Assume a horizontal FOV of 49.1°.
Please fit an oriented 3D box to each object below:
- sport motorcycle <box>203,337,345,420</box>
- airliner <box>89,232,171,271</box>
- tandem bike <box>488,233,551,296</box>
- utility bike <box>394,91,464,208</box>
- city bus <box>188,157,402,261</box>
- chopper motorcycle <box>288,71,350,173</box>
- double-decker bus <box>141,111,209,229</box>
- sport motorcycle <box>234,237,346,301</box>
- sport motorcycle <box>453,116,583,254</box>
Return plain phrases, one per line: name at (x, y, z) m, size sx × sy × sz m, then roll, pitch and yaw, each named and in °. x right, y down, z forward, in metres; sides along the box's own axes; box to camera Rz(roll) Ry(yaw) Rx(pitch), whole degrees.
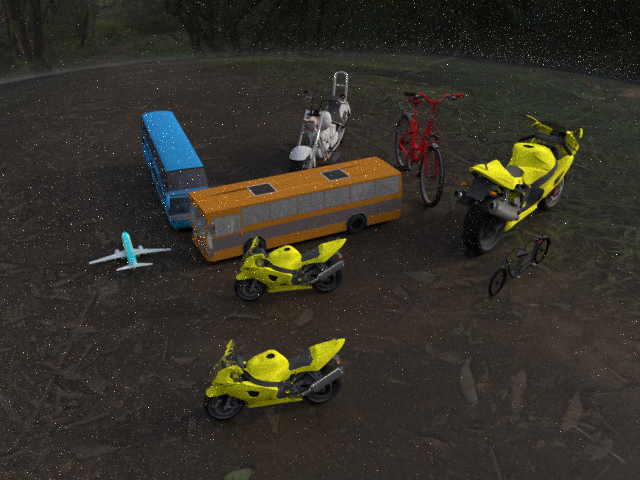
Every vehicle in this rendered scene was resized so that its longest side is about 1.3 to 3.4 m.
sport motorcycle at (-0.473, 1.451, 7.318) m, size 1.520 × 0.821 × 0.506 m, roll -8°, pitch 29°, yaw -14°
airliner at (-2.800, 0.084, 10.243) m, size 1.161 × 0.429 × 1.307 m, roll -10°, pitch 30°, yaw -18°
tandem bike at (2.806, 0.234, 9.702) m, size 0.283 × 0.682 × 1.642 m, roll 25°, pitch 37°, yaw 37°
utility bike at (1.822, -1.823, 12.275) m, size 1.039 × 1.839 × 2.791 m, roll -5°, pitch 29°, yaw -8°
city bus at (-0.328, -0.487, 10.806) m, size 3.255 × 0.894 × 0.926 m, roll -13°, pitch 31°, yaw -23°
chopper motorcycle at (0.015, -2.097, 13.156) m, size 0.906 × 1.480 × 3.040 m, roll 9°, pitch 30°, yaw 15°
double-decker bus at (-2.521, -1.251, 12.047) m, size 0.756 × 1.052 × 3.251 m, roll -10°, pitch 30°, yaw -18°
sport motorcycle at (-0.397, 0.386, 9.278) m, size 1.520 × 0.821 × 0.506 m, roll -6°, pitch 29°, yaw -12°
sport motorcycle at (3.101, -0.871, 10.778) m, size 0.983 × 1.596 × 2.955 m, roll 25°, pitch 37°, yaw 37°
